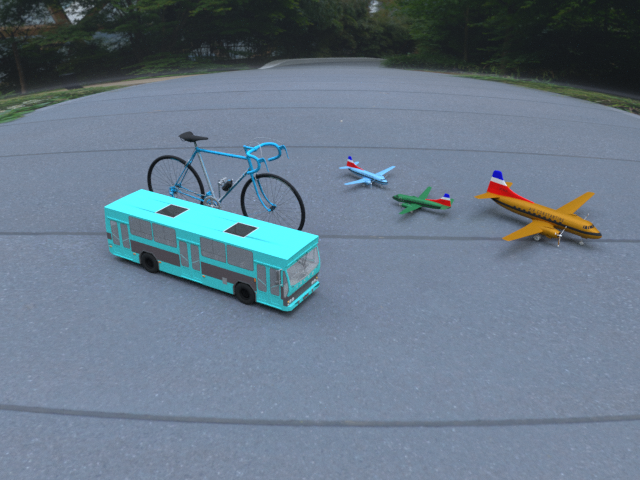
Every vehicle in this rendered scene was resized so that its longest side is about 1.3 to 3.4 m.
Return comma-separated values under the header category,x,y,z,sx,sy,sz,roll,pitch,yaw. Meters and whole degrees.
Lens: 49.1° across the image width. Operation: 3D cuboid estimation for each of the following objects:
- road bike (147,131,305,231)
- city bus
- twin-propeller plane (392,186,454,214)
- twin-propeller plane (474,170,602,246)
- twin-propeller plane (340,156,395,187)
category,x,y,z,sx,sy,sz,roll,pitch,yaw
road bike,-1.575,-0.897,11.183,3.004,1.656,0.697,12,29,23
city bus,-1.592,0.122,10.016,3.255,0.894,0.926,15,30,27
twin-propeller plane,1.761,-0.707,12.190,1.095,0.407,1.370,14,30,26
twin-propeller plane,3.612,-0.525,11.404,2.663,0.792,2.129,-23,35,-38
twin-propeller plane,0.892,-1.291,13.340,1.370,0.407,1.095,-23,35,-37
